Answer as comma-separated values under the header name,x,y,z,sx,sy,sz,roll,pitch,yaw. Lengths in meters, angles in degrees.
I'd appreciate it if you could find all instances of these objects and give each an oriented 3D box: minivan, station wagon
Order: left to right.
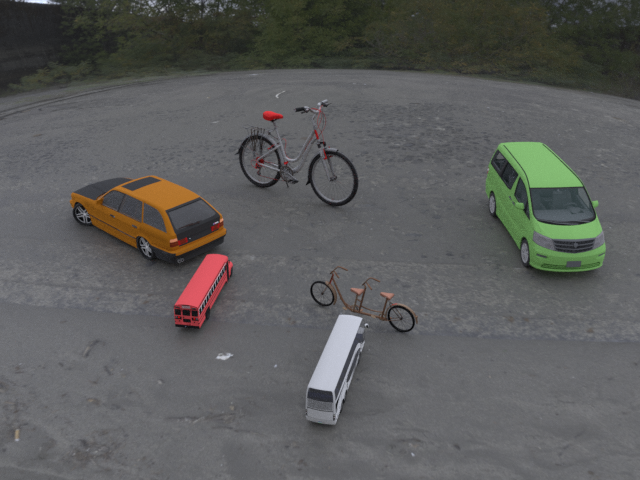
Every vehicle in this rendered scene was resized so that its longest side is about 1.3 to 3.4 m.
name,x,y,z,sx,sy,sz,roll,pitch,yaw
station wagon,-2.980,-0.553,11.731,3.105,0.920,1.327,22,35,36
minivan,3.660,-0.607,11.534,1.324,1.197,3.011,-2,27,-3

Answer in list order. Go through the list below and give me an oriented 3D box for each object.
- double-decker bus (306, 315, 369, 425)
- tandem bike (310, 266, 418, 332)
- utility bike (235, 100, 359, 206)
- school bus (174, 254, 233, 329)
name,x,y,z,sx,sy,sz,roll,pitch,yaw
double-decker bus,0.214,1.457,8.245,0.389,0.541,1.672,7,28,13
tandem bike,0.565,0.775,9.414,1.642,0.682,0.283,15,31,27
utility bike,-0.437,-1.721,12.994,2.791,1.839,1.039,16,31,29
school bus,-1.611,0.656,9.915,0.365,0.434,1.708,4,28,8
